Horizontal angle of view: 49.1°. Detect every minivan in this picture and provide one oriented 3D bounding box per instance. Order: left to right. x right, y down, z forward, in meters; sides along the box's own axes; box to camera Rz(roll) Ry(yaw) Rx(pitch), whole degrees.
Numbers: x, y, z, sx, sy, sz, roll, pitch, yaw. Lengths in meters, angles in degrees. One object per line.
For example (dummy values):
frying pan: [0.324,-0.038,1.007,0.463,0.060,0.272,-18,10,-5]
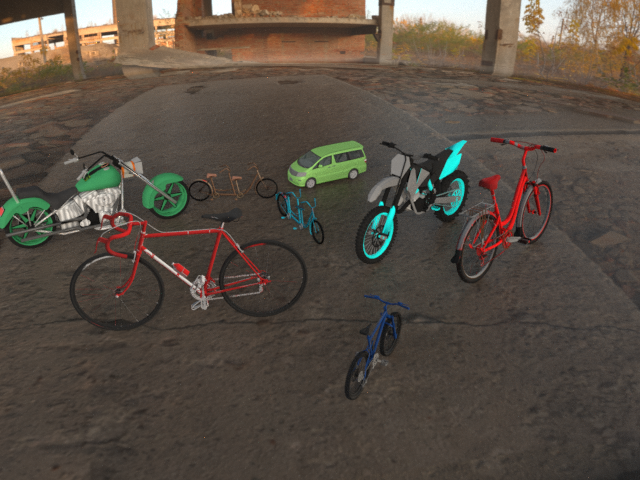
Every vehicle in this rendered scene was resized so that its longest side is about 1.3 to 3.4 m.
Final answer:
minivan: [0.130,-1.465,13.470,1.548,0.616,0.681,-14,31,-25]

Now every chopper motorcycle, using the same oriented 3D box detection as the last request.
chopper motorcycle: [-3.578,-0.780,11.233,3.040,1.480,0.906,-16,32,-28]

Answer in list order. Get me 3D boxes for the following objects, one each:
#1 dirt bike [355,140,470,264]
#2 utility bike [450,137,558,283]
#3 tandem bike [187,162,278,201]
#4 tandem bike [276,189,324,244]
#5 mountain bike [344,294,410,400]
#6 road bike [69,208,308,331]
dirt bike: [1.540,-0.730,10.938,1.024,1.666,2.903,23,36,37]
utility bike: [2.712,-0.526,10.363,1.039,1.839,2.791,24,36,38]
tandem bike: [-1.581,-1.033,12.575,1.642,0.682,0.283,-2,28,-4]
tandem bike: [-0.348,-0.494,11.547,0.283,0.682,1.642,-15,31,-26]
mountain bike: [0.648,1.197,8.122,0.573,0.868,1.469,14,31,25]
road bike: [-1.643,0.366,8.858,3.004,1.656,0.697,-5,28,-9]
